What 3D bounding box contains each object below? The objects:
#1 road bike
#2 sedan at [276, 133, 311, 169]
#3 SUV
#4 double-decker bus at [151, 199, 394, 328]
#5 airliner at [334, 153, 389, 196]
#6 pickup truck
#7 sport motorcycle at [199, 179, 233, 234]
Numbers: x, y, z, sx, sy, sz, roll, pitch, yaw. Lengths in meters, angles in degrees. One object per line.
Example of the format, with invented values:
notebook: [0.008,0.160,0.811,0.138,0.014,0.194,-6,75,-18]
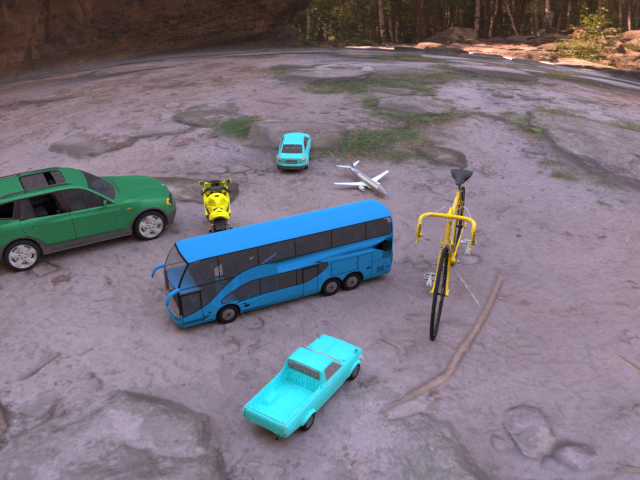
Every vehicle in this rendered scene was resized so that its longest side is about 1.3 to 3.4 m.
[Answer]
road bike: [1.722,0.014,9.209,0.697,1.656,3.004,8,30,14]
sedan: [-0.503,-1.823,13.716,0.635,0.483,1.613,1,29,2]
SUV: [-3.766,-0.506,10.687,3.058,1.128,1.276,-15,33,-25]
double-decker bus: [-0.546,0.293,9.328,3.251,1.052,0.756,-13,32,-22]
airliner: [0.831,-1.167,12.593,1.161,0.429,1.307,-15,33,-25]
pickup truck: [-0.149,1.529,7.664,0.640,0.511,1.603,17,34,28]
sport motorcycle: [-1.569,-0.392,10.796,0.506,0.821,1.520,-5,30,-9]
